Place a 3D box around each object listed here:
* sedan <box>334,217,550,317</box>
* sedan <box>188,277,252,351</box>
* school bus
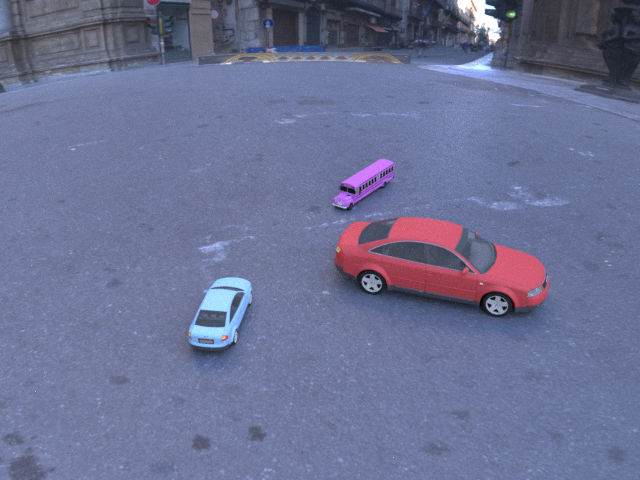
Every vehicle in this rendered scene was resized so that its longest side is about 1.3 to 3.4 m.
[{"bbox_3d":[1.767,0.268,10.289,3.137,0.940,1.235,10,30,17],"label":"sedan"},{"bbox_3d":[-1.342,0.920,9.577,0.635,0.483,1.613,4,29,7],"label":"sedan"},{"bbox_3d":[0.832,-1.056,13.221,0.365,0.434,1.708,19,34,30],"label":"school bus"}]
